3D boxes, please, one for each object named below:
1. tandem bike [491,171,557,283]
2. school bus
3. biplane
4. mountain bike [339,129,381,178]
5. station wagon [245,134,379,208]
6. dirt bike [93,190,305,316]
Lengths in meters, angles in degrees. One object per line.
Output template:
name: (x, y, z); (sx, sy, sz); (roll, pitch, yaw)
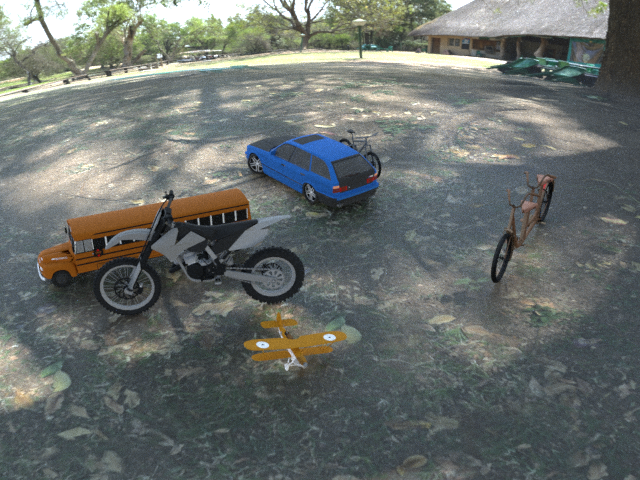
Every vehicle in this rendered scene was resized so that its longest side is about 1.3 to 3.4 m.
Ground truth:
tandem bike: (3.333, -0.454, 11.213); (0.550, 1.326, 3.192); (16, 32, 27)
school bus: (-2.733, -0.083, 11.031); (3.322, 0.844, 0.709); (-13, 31, -22)
biplane: (-0.349, 1.291, 8.826); (1.336, 0.504, 1.090); (-11, 30, -20)
mountain bike: (0.783, -1.798, 14.206); (0.573, 0.868, 1.469); (-17, 33, -29)
station wagon: (-0.253, -1.569, 13.724); (1.327, 0.920, 3.105); (-21, 34, -33)
dirt bike: (-1.649, 0.248, 9.543); (2.903, 1.666, 1.024); (-4, 29, -8)
